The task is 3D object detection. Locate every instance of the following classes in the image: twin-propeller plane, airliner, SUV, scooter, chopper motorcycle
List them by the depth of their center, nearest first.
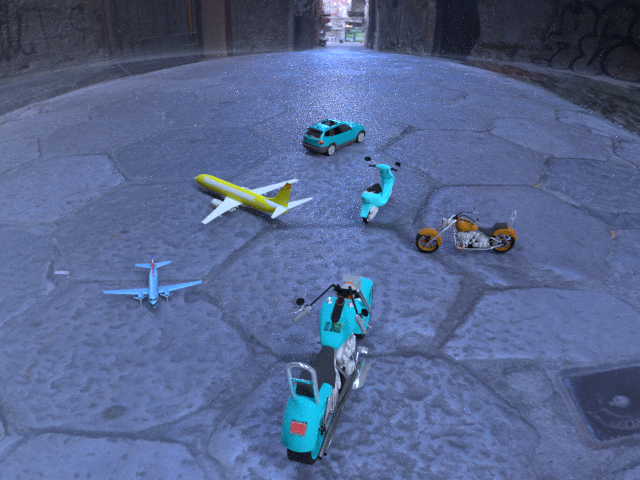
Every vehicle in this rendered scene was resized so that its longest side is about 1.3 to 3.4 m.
[{"bbox_3d":[0.187,1.133,7.962,0.906,1.480,3.040,8,31,14],"label":"chopper motorcycle"},{"bbox_3d":[-2.383,0.590,9.997,1.370,0.407,1.095,-6,30,-10],"label":"twin-propeller plane"},{"bbox_3d":[2.290,-0.137,10.914,1.563,0.761,0.466,1,30,2],"label":"chopper motorcycle"},{"bbox_3d":[1.011,-0.910,12.112,0.662,0.919,1.399,13,32,21],"label":"scooter"},{"bbox_3d":[-1.382,-0.949,12.263,2.541,0.835,2.257,24,37,35],"label":"airliner"},{"bbox_3d":[0.317,-2.270,14.839,0.656,0.580,1.572,24,37,36],"label":"SUV"}]
